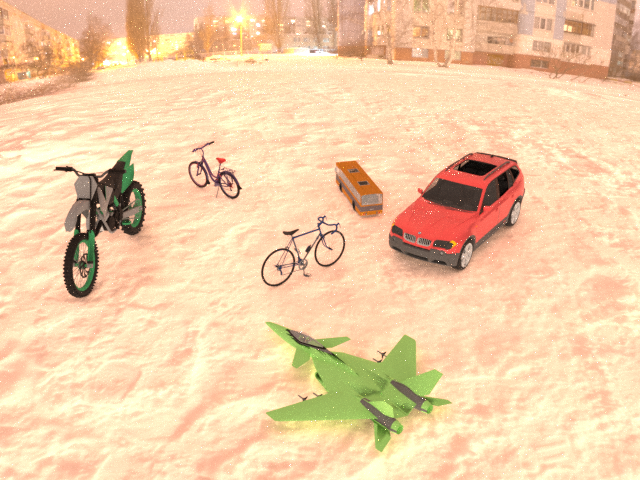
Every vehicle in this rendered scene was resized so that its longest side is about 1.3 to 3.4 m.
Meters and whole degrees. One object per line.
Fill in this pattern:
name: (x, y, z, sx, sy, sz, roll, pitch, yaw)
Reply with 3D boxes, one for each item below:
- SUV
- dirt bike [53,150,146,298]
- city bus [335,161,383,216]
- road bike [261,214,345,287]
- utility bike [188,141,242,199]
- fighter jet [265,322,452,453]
SUV: (2.308, -0.577, 11.386, 1.276, 1.128, 3.058, 18, 32, 32)
dirt bike: (-3.194, -0.420, 10.480, 1.024, 1.666, 2.903, 3, 27, 6)
city bus: (0.697, -0.950, 12.862, 0.476, 0.460, 1.674, -6, 28, -12)
road bike: (-0.222, 0.149, 10.259, 1.545, 0.852, 0.358, -20, 33, -33)
utility bike: (-2.013, -1.282, 12.981, 1.435, 0.946, 0.535, 20, 33, 34)
fighter jet: (0.167, 1.362, 8.189, 2.229, 0.557, 2.640, -22, 34, -36)
